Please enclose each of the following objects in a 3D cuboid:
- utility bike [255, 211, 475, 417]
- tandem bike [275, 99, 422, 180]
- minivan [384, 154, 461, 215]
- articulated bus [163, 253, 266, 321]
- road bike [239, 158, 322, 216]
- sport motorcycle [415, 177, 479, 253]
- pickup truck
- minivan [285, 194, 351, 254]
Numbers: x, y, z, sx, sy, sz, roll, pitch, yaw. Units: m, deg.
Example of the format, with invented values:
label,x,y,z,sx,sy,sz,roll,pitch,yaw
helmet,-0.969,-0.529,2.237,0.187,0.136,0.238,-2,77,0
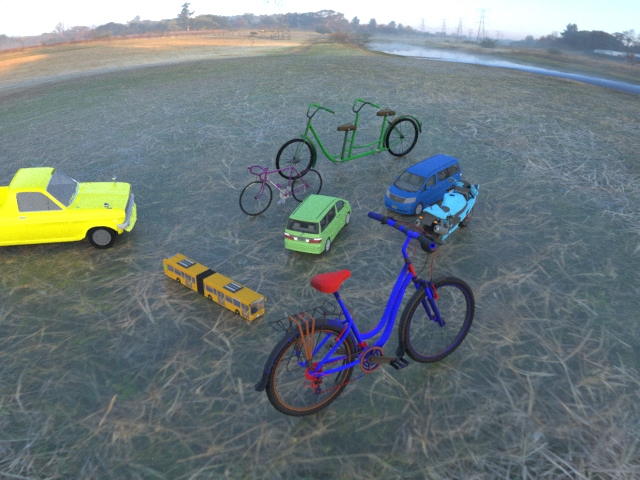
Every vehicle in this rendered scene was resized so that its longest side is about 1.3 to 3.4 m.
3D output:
label,x,y,z,sx,sy,sz,roll,pitch,yaw
utility bike,0.515,0.716,7.257,2.791,1.839,1.039,-16,32,-27
tandem bike,0.602,-1.952,12.857,3.192,1.326,0.550,-15,31,-26
minivan,1.728,-0.934,11.690,0.681,0.616,1.548,24,36,37
articulated bus,-1.410,0.589,9.156,1.749,0.289,0.311,22,35,36
road bike,-0.620,-0.894,11.362,1.545,0.852,0.358,-16,32,-28
sport motorcycle,1.924,-0.381,10.423,0.506,0.821,1.520,20,34,32
pickup truck,-4.371,-0.488,10.443,3.117,0.993,1.244,-4,28,-7
minivan,-0.002,-0.339,10.564,0.681,0.616,1.548,10,29,18
